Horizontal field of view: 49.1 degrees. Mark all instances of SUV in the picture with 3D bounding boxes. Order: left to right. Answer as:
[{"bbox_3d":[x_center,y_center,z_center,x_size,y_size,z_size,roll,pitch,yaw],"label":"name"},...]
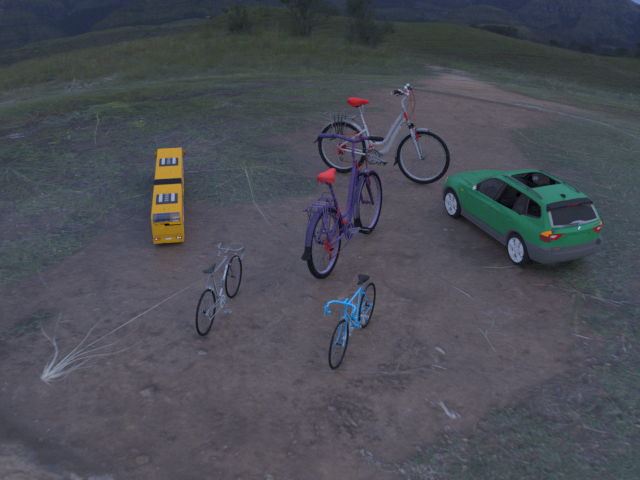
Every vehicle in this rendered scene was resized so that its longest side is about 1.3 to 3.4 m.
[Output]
[{"bbox_3d":[3.159,-0.595,11.242,1.276,1.128,3.058,-10,28,-19],"label":"SUV"}]

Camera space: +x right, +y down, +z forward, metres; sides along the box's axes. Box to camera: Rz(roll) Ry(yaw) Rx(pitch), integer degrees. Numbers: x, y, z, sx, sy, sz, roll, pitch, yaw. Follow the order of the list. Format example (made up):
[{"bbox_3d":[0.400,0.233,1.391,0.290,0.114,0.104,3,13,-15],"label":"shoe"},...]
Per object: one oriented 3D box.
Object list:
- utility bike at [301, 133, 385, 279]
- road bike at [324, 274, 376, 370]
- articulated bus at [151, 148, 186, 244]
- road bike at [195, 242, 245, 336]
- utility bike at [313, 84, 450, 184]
[{"bbox_3d":[0.307,-0.638,10.521,1.039,1.839,2.791,12,29,23],"label":"utility bike"},{"bbox_3d":[0.412,0.910,8.479,0.358,0.852,1.545,11,28,21],"label":"road bike"},{"bbox_3d":[-2.676,-0.873,12.455,0.605,0.561,3.401,-4,26,-9],"label":"articulated bus"},{"bbox_3d":[-1.306,0.592,9.130,0.358,0.852,1.545,7,27,13],"label":"road bike"},{"bbox_3d":[1.195,-2.114,13.539,2.791,1.839,1.039,10,28,20],"label":"utility bike"}]
